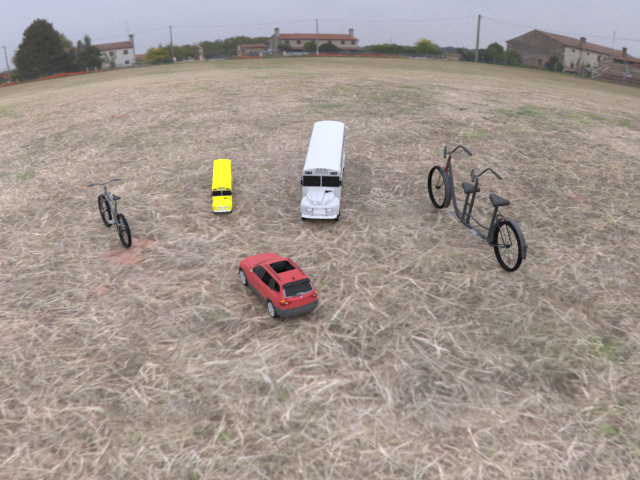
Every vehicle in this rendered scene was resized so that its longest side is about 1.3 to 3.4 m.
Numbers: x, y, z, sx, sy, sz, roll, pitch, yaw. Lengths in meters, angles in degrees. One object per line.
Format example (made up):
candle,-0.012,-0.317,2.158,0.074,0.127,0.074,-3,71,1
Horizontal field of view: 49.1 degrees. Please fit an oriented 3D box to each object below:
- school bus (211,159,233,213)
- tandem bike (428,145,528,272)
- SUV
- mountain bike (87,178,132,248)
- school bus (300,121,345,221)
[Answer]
school bus,-1.799,-0.996,12.901,0.365,0.434,1.708,-3,27,-6
tandem bike,2.443,-0.644,11.223,0.550,1.326,3.192,-8,28,-15
SUV,-0.599,0.530,9.734,0.656,0.580,1.572,-14,30,-25
mountain bike,-3.359,-0.457,11.361,0.573,0.868,1.469,-17,31,-29
school bus,0.090,-1.348,13.141,0.709,0.844,3.322,2,27,3
